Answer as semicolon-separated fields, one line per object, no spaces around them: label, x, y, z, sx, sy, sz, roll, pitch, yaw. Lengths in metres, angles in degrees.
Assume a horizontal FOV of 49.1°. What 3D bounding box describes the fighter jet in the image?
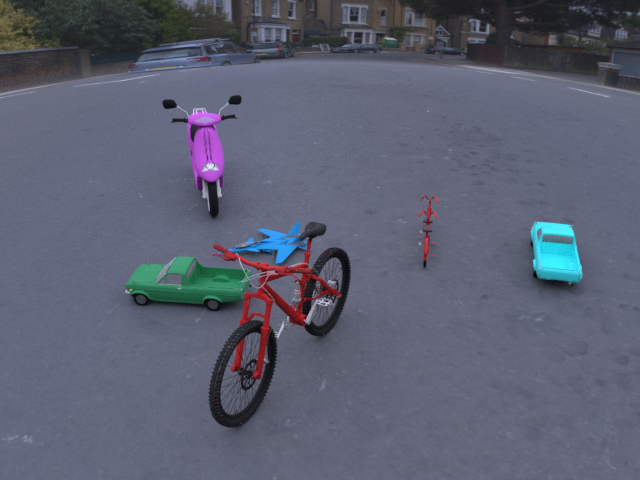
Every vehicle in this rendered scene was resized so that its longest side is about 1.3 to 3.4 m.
fighter jet;-0.860;0.031;10.403;1.358;0.286;1.147;-8;28;-16

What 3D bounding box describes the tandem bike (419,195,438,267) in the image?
tandem bike;1.600;-0.197;10.413;0.283;0.682;1.642;5;28;9

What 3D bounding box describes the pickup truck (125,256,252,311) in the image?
pickup truck;-1.721;0.531;9.181;1.603;0.511;0.640;3;27;6

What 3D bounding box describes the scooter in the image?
scooter;-1.984;-1.666;12.068;1.288;1.786;2.721;-6;28;-11

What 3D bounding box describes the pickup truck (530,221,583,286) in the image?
pickup truck;3.360;0.121;9.981;0.640;0.511;1.603;6;28;11

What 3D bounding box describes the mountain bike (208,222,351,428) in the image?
mountain bike;-0.336;0.708;7.548;1.114;1.688;2.857;14;30;25
